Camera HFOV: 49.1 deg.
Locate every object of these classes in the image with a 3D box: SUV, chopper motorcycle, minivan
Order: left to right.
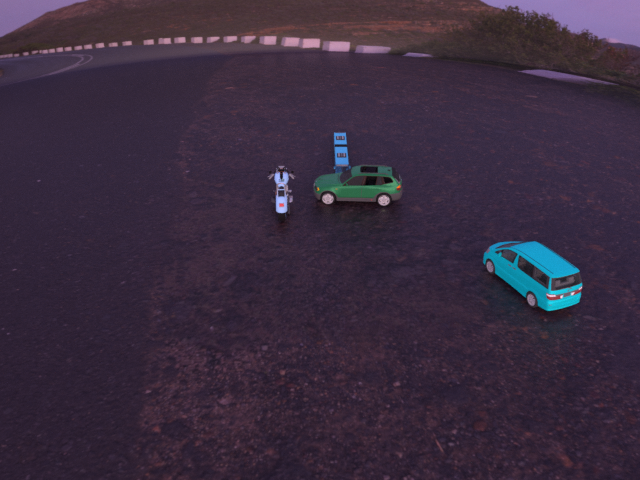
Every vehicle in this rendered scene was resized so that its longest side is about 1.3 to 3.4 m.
[{"bbox_3d":[-0.651,-0.921,11.968,0.466,0.761,1.563,-1,29,-2],"label":"chopper motorcycle"},{"bbox_3d":[0.667,-0.988,12.275,1.572,0.580,0.656,2,29,3],"label":"SUV"},{"bbox_3d":[2.932,0.383,9.770,0.681,0.616,1.548,-12,31,-20],"label":"minivan"}]

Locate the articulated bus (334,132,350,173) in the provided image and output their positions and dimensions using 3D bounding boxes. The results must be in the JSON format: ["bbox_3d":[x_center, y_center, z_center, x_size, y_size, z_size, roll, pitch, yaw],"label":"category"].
[{"bbox_3d":[0.413,-1.713,13.879,0.311,0.289,1.749,0,29,0],"label":"articulated bus"}]
